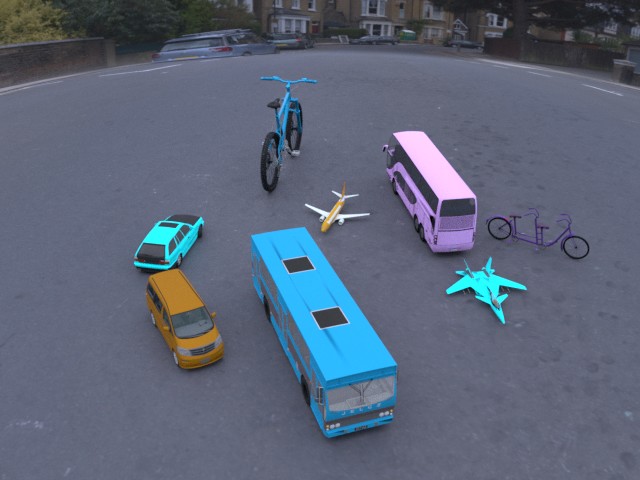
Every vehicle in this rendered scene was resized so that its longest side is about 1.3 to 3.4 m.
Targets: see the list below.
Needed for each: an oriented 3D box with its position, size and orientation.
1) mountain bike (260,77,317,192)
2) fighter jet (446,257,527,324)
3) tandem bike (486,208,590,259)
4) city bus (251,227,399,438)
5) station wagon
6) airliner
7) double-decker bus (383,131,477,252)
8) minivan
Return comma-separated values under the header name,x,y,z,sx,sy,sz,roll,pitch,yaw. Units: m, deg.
name,x,y,z,sx,sy,sz,roll,pitch,yaw
mountain bike,-0.702,-2.115,13.416,1.114,1.688,2.857,6,30,10
fighter jet,2.375,0.700,9.816,1.147,0.286,1.358,-3,29,-5
tandem bike,3.397,-0.163,10.954,1.642,0.682,0.283,16,33,27
city bus,-0.080,0.996,8.665,0.926,0.894,3.255,-9,31,-16
station wagon,-2.333,-0.048,10.963,0.682,0.473,1.597,6,30,10
airliner,0.245,-0.545,11.897,1.161,0.429,1.307,9,31,16
double-decker bus,1.811,-0.938,11.962,0.756,1.052,3.251,-4,30,-8
minivan,-1.753,0.987,8.966,0.681,0.616,1.548,-15,32,-25
